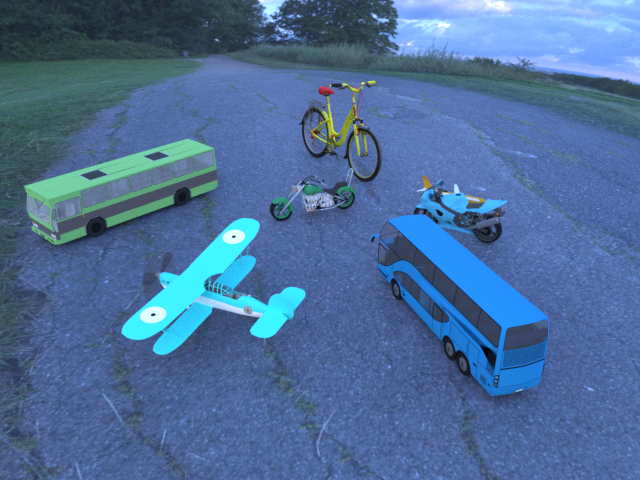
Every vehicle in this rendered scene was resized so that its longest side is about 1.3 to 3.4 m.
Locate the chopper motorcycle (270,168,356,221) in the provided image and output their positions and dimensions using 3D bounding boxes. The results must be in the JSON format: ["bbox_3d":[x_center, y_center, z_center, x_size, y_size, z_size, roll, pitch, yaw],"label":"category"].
[{"bbox_3d":[-0.109,-0.787,12.047,1.563,0.761,0.466,-10,28,-18],"label":"chopper motorcycle"}]

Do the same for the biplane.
[{"bbox_3d":[-1.268,0.728,8.814,2.120,0.981,2.598,13,30,24],"label":"biplane"}]

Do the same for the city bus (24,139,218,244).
[{"bbox_3d":[-3.296,-0.865,12.054,0.926,0.894,3.255,23,35,38],"label":"city bus"}]

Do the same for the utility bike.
[{"bbox_3d":[0.441,-2.334,13.909,1.039,1.839,2.791,-17,31,-30],"label":"utility bike"}]

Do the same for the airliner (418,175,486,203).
[{"bbox_3d":[2.426,-0.859,12.556,1.307,0.429,1.161,12,29,23],"label":"airliner"}]

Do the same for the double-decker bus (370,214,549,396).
[{"bbox_3d":[1.640,0.651,8.887,0.756,1.052,3.251,-9,28,-18],"label":"double-decker bus"}]

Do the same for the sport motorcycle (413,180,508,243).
[{"bbox_3d":[2.236,-0.444,11.303,1.520,0.821,0.506,14,30,25],"label":"sport motorcycle"}]
